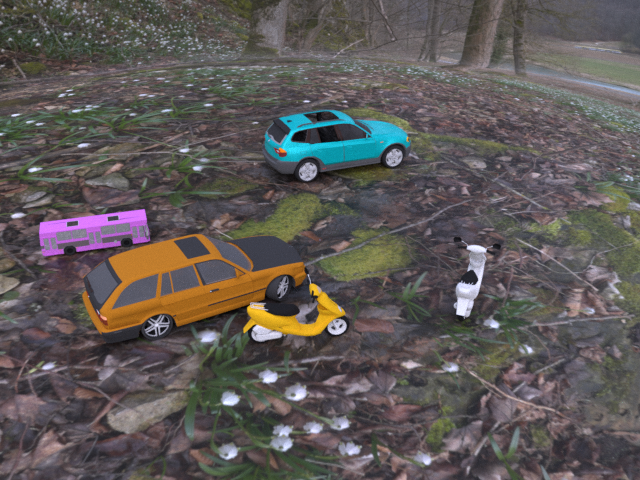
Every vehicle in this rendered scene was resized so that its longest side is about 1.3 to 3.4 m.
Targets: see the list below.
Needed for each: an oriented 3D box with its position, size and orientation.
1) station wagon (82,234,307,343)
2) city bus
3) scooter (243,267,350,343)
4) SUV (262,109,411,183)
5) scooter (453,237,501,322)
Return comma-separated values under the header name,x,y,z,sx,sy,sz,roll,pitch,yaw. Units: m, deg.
name,x,y,z,sx,sy,sz,roll,pitch,yaw
station wagon,-1.698,0.473,9.846,3.105,0.920,1.327,-15,32,-26
city bus,-3.644,-0.105,11.371,1.674,0.460,0.476,-8,30,-15
scooter,-0.300,0.913,9.049,1.399,0.919,0.662,-4,29,-8
SUV,0.359,-2.033,14.177,3.058,1.128,1.276,-11,31,-20
scooter,2.133,0.482,9.832,0.662,0.919,1.399,11,31,18
